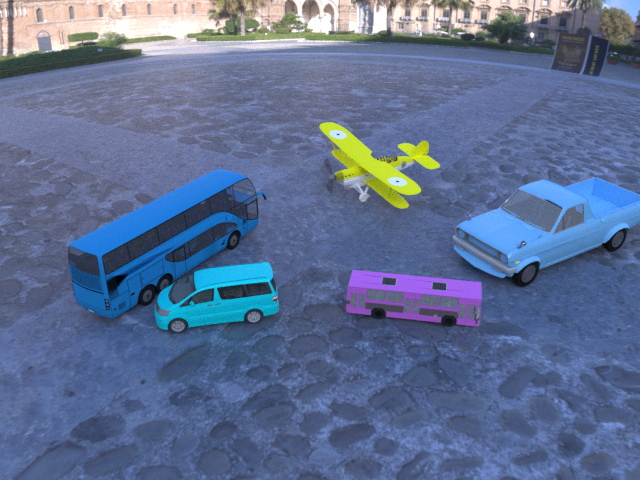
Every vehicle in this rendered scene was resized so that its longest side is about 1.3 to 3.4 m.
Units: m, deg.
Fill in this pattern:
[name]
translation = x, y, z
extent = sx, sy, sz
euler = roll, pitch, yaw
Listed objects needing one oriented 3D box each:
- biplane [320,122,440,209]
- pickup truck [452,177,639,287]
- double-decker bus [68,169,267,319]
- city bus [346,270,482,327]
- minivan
[biplane]
translation = 1.059, -1.240, 12.018
extent = 2.120, 0.981, 2.598
euler = -17, 33, -28
[pickup truck]
translation = 3.457, -0.310, 10.293
extent = 3.117, 0.993, 1.244
euler = -17, 33, -28
[double-decker bus]
translation = -2.009, -0.075, 9.799
extent = 0.756, 1.052, 3.251
euler = 17, 33, 28
[city bus]
translation = 1.190, 0.752, 8.898
extent = 1.674, 0.460, 0.476
euler = 5, 29, 9
[minivan]
translation = -1.311, 0.700, 8.831
extent = 1.548, 0.616, 0.681
euler = -6, 29, -11
